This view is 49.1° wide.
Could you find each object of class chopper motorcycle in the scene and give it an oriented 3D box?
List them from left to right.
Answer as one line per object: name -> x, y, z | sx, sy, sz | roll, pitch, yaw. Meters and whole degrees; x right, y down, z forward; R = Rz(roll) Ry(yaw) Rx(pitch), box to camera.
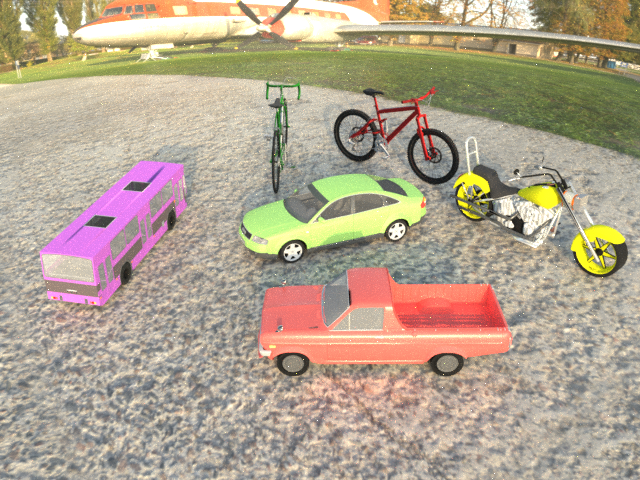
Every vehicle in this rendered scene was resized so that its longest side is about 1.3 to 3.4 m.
chopper motorcycle -> 3.383, -0.558, 10.968 | 0.906, 1.480, 3.040 | -24, 37, -36

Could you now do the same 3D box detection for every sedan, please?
sedan -> 0.218, -0.472, 11.365 | 3.137, 0.940, 1.235 | -11, 31, -19

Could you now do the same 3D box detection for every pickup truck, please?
pickup truck -> 0.767, 0.950, 8.785 | 3.117, 0.993, 1.244 | 0, 29, 0

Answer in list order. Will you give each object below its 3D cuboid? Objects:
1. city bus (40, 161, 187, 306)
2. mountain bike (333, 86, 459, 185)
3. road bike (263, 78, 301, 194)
city bus -> -3.050, -0.181, 10.894 | 0.926, 0.894, 3.255 | 6, 30, 11
mountain bike -> 1.418, -2.093, 13.479 | 2.857, 1.688, 1.114 | 21, 36, 33
road bike -> -0.769, -2.101, 13.528 | 0.696, 1.656, 3.004 | 1, 29, 2
